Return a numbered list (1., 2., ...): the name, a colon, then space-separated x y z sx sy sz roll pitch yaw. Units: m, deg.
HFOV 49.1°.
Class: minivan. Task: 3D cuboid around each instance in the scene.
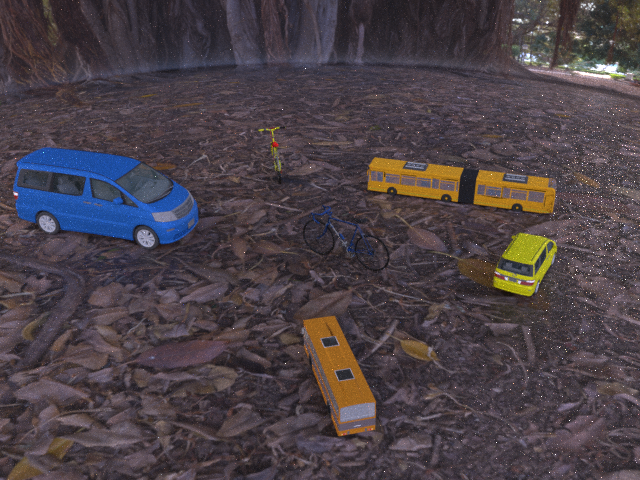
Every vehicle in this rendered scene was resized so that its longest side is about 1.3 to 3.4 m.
1. minivan: -3.544 -0.747 11.657 3.011 1.197 1.324 8 29 15
2. minivan: 3.080 0.256 10.384 0.681 0.616 1.548 15 31 26

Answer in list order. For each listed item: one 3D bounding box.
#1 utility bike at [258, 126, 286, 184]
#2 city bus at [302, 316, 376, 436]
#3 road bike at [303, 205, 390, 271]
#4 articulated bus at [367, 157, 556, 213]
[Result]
1. utility bike: -0.913 -1.709 13.741 0.535 0.946 1.435 -4 28 -7
2. city bus: 0.193 1.545 8.117 0.476 0.460 1.674 -7 29 -13
3. road bike: 0.381 -0.036 10.682 1.545 0.852 0.358 17 32 28
4. articulated bus: 2.534 -1.013 12.839 3.401 0.561 0.605 9 29 16
